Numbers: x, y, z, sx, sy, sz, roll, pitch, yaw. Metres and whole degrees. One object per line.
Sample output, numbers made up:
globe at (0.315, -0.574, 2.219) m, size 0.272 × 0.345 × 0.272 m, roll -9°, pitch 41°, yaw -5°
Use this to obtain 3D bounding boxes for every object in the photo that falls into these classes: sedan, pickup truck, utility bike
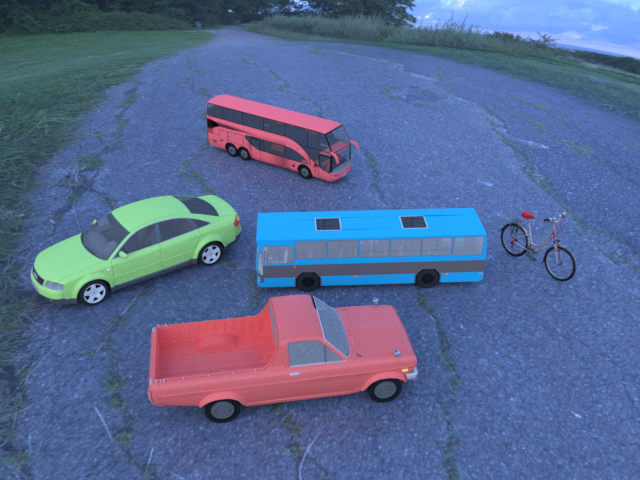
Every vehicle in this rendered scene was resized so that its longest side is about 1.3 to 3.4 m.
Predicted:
sedan at (-2.682, 0.002, 10.376) m, size 3.137 × 0.940 × 1.235 m, roll -20°, pitch 36°, yaw -29°
pickup truck at (-0.441, 1.274, 8.206) m, size 3.117 × 0.993 × 1.244 m, roll -5°, pitch 31°, yaw -8°
utility bike at (3.276, -0.034, 10.431) m, size 0.535 × 0.946 × 1.435 m, roll -20°, pitch 37°, yaw -30°

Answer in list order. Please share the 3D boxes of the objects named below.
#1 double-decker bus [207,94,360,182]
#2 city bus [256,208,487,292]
double-decker bus at (-0.805, -1.986, 13.579) m, size 3.251 × 1.052 × 0.756 m, roll 19°, pitch 36°, yaw 29°
city bus at (0.708, 0.140, 10.191) m, size 3.255 × 0.894 × 0.926 m, roll -1°, pitch 31°, yaw -2°
